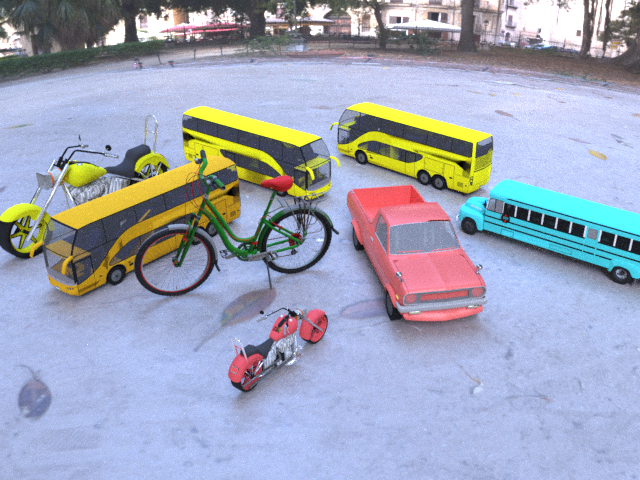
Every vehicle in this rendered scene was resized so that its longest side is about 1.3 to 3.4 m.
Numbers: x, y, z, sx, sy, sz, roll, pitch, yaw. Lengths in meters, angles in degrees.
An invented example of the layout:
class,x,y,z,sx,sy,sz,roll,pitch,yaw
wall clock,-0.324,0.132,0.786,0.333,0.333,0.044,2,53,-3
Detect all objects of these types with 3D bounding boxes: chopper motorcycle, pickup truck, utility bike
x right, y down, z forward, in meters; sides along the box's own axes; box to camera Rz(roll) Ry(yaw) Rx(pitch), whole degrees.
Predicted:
class,x,y,z,sx,sy,sz,roll,pitch,yaw
chopper motorcycle,-3.550,-0.868,10.717,0.906,1.480,3.040,19,33,33
pickup truck,1.224,-0.019,9.613,1.244,0.993,3.117,-5,28,-9
chopper motorcycle,-0.426,1.076,7.761,0.466,0.761,1.563,20,33,33
utility bike,-0.997,-0.166,8.981,2.791,1.839,1.039,-10,29,-19

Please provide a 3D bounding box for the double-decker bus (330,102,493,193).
class,x,y,z,sx,sy,sz,roll,pitch,yaw
double-decker bus,1.619,-1.755,12.882,3.251,1.052,0.756,24,36,38

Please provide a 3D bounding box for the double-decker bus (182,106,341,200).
class,x,y,z,sx,sy,sz,roll,pitch,yaw
double-decker bus,-1.154,-1.572,12.531,3.251,1.052,0.756,20,34,33

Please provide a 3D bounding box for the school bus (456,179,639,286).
class,x,y,z,sx,sy,sz,roll,pitch,yaw
school bus,3.547,-0.169,10.063,3.322,0.844,0.709,21,34,34

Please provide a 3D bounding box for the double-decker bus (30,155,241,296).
class,x,y,z,sx,sy,sz,roll,pitch,yaw
double-decker bus,-2.469,-0.262,10.017,0.756,1.052,3.251,20,34,33
